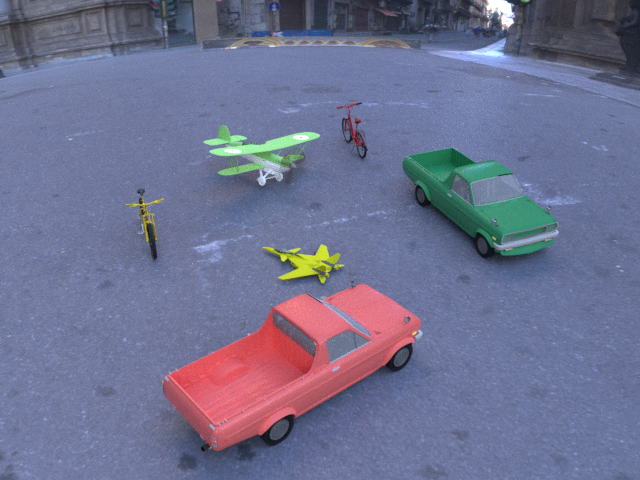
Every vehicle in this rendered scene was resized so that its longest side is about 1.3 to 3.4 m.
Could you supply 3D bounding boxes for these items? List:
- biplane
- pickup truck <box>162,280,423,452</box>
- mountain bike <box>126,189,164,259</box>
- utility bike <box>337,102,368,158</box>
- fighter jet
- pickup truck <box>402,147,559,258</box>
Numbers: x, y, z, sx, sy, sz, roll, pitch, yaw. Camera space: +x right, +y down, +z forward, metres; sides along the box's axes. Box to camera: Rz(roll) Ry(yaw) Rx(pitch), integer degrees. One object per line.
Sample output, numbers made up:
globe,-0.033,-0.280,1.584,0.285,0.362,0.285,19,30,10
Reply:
biplane,-1.184,-1.644,13.158,2.120,0.981,2.598,25,39,35
pickup truck,-0.226,1.311,8.150,3.117,0.993,1.244,-23,38,-33
mountain bike,-2.744,-0.335,11.056,0.573,0.868,1.469,-10,32,-17
utility bike,0.648,-2.260,14.235,0.535,0.946,1.435,-9,32,-15
fighter jet,-0.347,0.233,10.666,1.358,0.286,1.147,19,35,29
pickup truck,2.591,-0.805,11.728,1.244,0.993,3.117,-12,33,-20
